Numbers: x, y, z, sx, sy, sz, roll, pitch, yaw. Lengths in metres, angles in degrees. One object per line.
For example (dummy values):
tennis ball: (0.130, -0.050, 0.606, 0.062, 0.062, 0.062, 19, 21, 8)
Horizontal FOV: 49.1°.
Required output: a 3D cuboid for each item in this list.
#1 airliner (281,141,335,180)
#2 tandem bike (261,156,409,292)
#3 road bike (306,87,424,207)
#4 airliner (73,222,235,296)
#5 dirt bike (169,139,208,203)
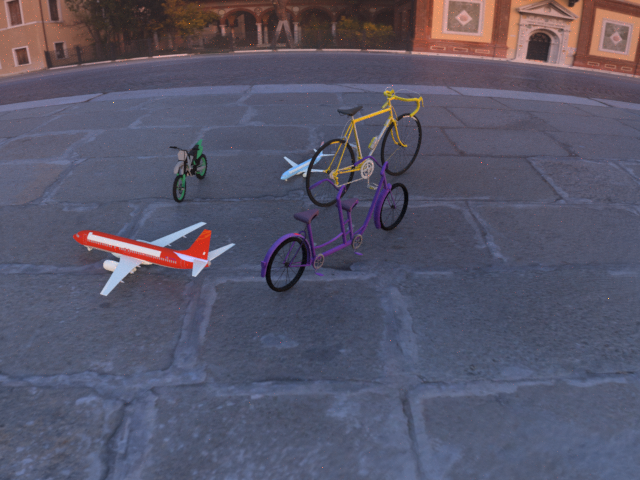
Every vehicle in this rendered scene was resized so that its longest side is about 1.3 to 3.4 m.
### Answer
airliner: (-0.306, -1.448, 12.923, 1.161, 0.429, 1.307, 20, 34, 32)
tandem bike: (0.317, -0.320, 9.879, 0.550, 1.326, 3.192, 23, 36, 36)
road bike: (0.831, -1.625, 11.958, 0.696, 1.656, 3.004, 25, 37, 38)
airliner: (-2.524, -0.006, 9.814, 2.541, 0.835, 2.257, 13, 31, 23)
dirt bike: (-2.250, -1.264, 12.129, 0.527, 0.857, 1.493, 6, 29, 10)
